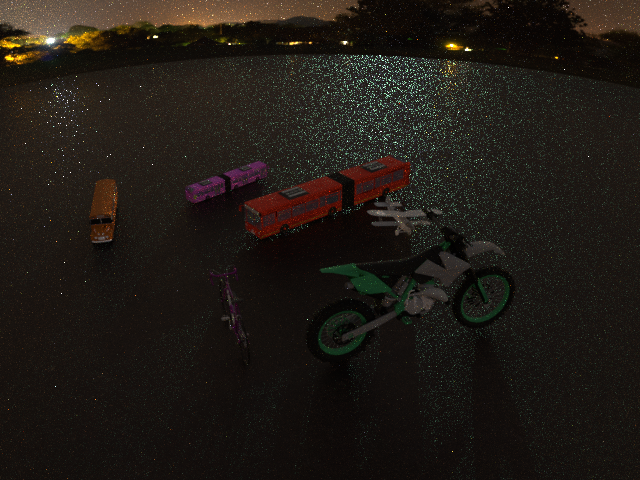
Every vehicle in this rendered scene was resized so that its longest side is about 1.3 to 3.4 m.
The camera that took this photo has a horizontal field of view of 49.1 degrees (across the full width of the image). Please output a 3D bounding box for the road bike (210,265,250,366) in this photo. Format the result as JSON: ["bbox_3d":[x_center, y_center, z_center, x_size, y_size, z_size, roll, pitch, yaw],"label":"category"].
[{"bbox_3d":[-1.103,0.909,8.880,0.358,0.852,1.545,-10,31,-17],"label":"road bike"}]

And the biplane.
[{"bbox_3d":[1.330,-0.401,11.589,1.336,0.504,1.090,-10,31,-18],"label":"biplane"}]

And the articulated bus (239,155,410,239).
[{"bbox_3d":[0.194,-0.803,12.254,3.401,0.561,0.605,-21,35,-33],"label":"articulated bus"}]

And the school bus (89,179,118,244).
[{"bbox_3d":[-3.646,-0.492,11.825,0.365,0.434,1.708,-6,30,-10],"label":"school bus"}]

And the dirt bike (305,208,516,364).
[{"bbox_3d":[1.189,0.592,8.613,2.903,1.666,1.024,-10,31,-18],"label":"dirt bike"}]

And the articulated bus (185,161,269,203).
[{"bbox_3d":[-1.712,-1.091,13.050,1.749,0.289,0.311,-26,38,-38],"label":"articulated bus"}]
